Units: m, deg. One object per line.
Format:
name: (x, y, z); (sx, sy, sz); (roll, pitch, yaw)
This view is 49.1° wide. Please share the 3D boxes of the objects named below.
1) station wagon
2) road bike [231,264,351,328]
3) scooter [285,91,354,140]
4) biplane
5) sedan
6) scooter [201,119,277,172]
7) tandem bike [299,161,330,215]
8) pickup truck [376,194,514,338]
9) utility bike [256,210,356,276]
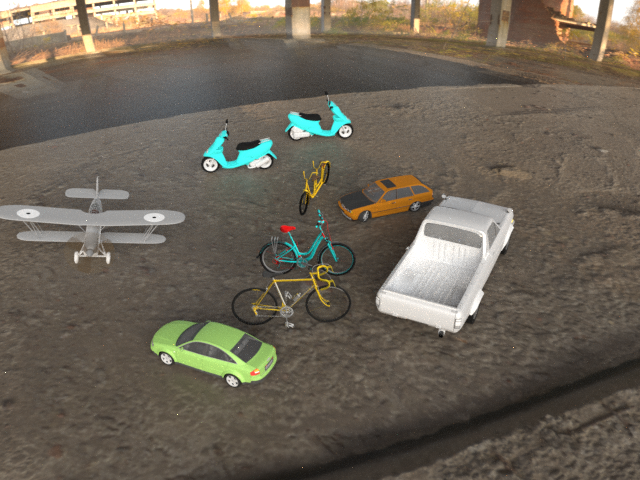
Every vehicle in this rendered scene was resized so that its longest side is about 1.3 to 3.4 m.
station wagon: (1.097, -0.733, 11.732); (1.597, 0.473, 0.682); (-12, 33, -19)
road bike: (-0.364, 0.733, 8.961); (1.545, 0.852, 0.358); (-2, 31, -3)
scooter: (-0.008, -2.454, 14.130); (1.399, 0.919, 0.662); (-3, 31, -5)
biplane: (-3.347, -0.292, 10.521); (2.598, 0.981, 2.120); (-6, 32, -10)
sedan: (-1.303, 1.279, 8.419); (1.613, 0.483, 0.635); (13, 34, 21)
scooter: (-1.507, -1.692, 12.878); (1.399, 0.919, 0.662); (-4, 32, -7)
tandem bike: (-0.075, -1.026, 12.013); (0.283, 0.682, 1.642); (10, 33, 15)
pickup truck: (1.841, 0.169, 9.751); (1.244, 0.993, 3.117); (14, 34, 22)
utility bike: (-0.202, 0.067, 9.965); (1.435, 0.946, 0.535); (1, 31, 2)
